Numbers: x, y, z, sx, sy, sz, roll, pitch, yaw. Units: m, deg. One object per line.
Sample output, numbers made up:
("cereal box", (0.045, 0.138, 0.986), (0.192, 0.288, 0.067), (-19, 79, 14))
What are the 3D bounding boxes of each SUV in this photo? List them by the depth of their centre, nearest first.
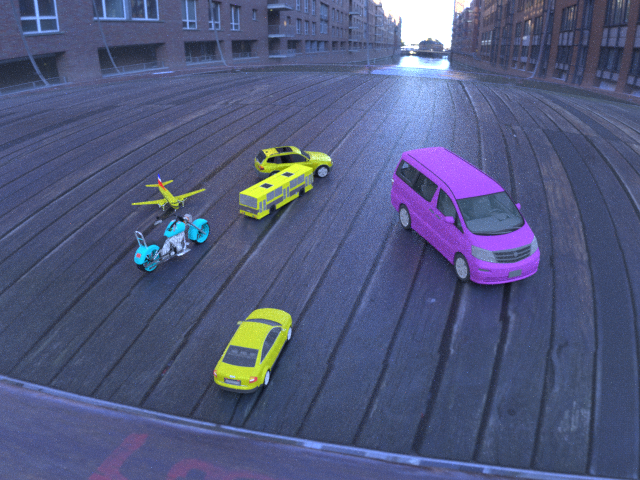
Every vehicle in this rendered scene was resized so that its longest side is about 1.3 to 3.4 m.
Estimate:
("SUV", (-0.526, -1.544, 13.819), (1.572, 0.580, 0.656), (-9, 29, -16))

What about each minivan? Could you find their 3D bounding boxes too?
("minivan", (2.245, -0.451, 11.107), (1.324, 1.197, 3.011), (-10, 30, -19))

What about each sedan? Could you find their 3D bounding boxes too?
("sedan", (-0.794, 1.266, 8.639), (0.635, 0.483, 1.613), (7, 29, 13))

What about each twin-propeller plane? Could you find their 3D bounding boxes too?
("twin-propeller plane", (-2.767, -0.850, 12.699), (1.370, 0.407, 1.095), (-14, 31, -25))

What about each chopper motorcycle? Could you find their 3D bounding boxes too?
("chopper motorcycle", (-2.269, -0.064, 10.844), (0.466, 0.761, 1.563), (16, 32, 28))

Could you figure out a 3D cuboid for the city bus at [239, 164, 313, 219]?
("city bus", (-0.763, -0.879, 12.696), (0.476, 0.460, 1.674), (18, 33, 30))
